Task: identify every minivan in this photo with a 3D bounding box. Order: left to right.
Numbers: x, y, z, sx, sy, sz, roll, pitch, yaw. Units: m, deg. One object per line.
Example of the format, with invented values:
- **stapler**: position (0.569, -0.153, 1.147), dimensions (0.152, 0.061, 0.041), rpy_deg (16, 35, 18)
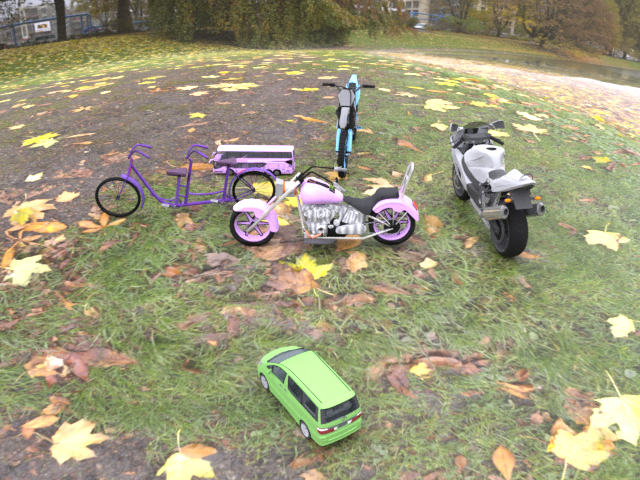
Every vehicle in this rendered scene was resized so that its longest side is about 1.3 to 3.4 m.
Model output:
- **minivan**: position (-0.162, 1.679, 8.126), dimensions (0.681, 0.616, 1.548), rpy_deg (-18, 34, -28)

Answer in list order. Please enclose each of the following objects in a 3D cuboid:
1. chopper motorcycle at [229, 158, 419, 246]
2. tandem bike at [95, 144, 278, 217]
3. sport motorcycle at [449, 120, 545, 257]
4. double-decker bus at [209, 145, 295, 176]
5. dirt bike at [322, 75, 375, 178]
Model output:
- **chopper motorcycle**: position (0.062, -0.572, 11.152), dimensions (3.040, 1.480, 0.906), rpy_deg (1, 30, 2)
- **tandem bike**: position (-2.296, -1.041, 12.116), dimensions (3.192, 1.326, 0.550), rpy_deg (-4, 30, -6)
- **sport motorcycle**: position (2.812, -0.953, 11.693), dimensions (0.983, 1.596, 2.955), rpy_deg (-5, 30, -8)
- **double-decker bus**: position (-1.332, -1.580, 13.830), dimensions (1.672, 0.541, 0.389), rpy_deg (1, 30, 1)
- **dirt bike**: position (0.594, -2.466, 14.238), dimensions (1.024, 1.666, 2.903), rpy_deg (4, 30, 6)
